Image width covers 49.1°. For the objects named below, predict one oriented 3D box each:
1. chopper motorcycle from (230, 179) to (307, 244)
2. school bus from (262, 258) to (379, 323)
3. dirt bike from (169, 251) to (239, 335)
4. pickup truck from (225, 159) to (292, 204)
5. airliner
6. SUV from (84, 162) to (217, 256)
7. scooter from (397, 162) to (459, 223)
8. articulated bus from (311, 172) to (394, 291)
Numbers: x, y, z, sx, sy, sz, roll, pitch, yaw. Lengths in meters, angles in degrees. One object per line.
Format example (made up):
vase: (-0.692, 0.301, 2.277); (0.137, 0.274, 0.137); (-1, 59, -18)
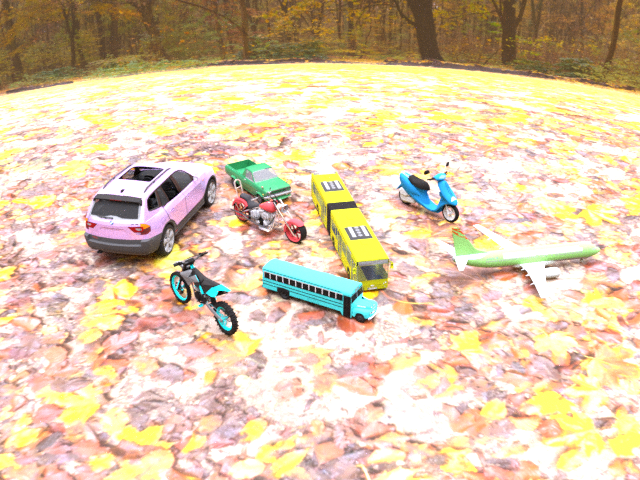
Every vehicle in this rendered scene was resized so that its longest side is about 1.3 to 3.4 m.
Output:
chopper motorcycle: (-0.857, -0.479, 11.538); (1.563, 0.761, 0.466); (20, 34, 34)
school bus: (-0.001, 0.685, 9.669); (1.708, 0.434, 0.365); (15, 31, 26)
dirt bike: (-1.578, 0.663, 9.254); (0.527, 0.857, 1.493); (-24, 36, -38)
pickup truck: (-1.176, -1.170, 13.127); (0.640, 0.511, 1.603); (-18, 33, -30)
airliner: (3.070, 0.073, 10.404); (2.541, 0.835, 2.257); (-6, 28, -11)
SUV: (-2.739, -0.742, 11.644); (1.276, 1.128, 3.058); (6, 28, 11)
scooter: (1.877, -0.901, 12.173); (0.662, 0.919, 1.399); (-23, 35, -37)
articulated bus: (0.407, -0.248, 11.312); (0.605, 0.561, 3.401); (-5, 28, -10)
